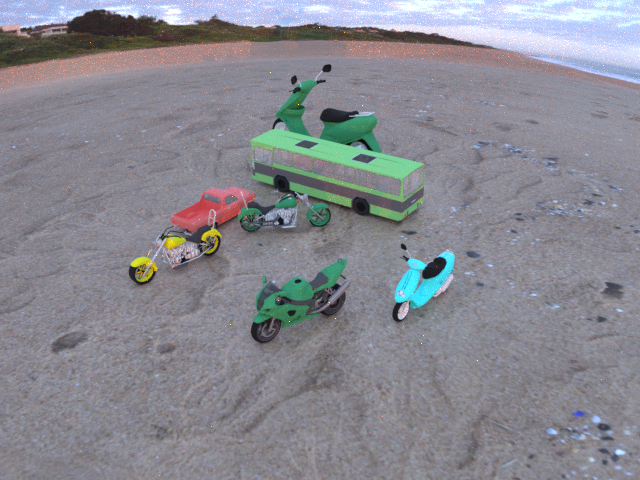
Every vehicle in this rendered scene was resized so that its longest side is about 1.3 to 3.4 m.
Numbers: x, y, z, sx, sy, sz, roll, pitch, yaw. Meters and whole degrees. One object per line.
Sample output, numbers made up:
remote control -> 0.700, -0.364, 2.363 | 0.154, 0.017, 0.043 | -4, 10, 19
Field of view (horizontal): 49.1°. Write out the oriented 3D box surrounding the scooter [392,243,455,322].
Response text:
scooter -> 1.439, 0.492, 9.555 | 0.662, 0.919, 1.399 | 23, 36, 36

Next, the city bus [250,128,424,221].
city bus -> 0.250, -1.193, 12.683 | 3.255, 0.894, 0.926 | 18, 33, 30

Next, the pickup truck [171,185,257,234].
pickup truck -> -1.785, -0.565, 11.928 | 0.640, 0.511, 1.603 | 18, 33, 30

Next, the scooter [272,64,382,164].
scooter -> 0.077, -2.497, 14.149 | 2.721, 1.786, 1.288 | 20, 34, 32

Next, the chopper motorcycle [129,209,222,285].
chopper motorcycle -> -2.149, 0.095, 10.450 | 1.563, 0.761, 0.466 | -24, 36, -36

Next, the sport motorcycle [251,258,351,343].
sport motorcycle -> -0.254, 0.785, 9.116 | 1.520, 0.821, 0.506 | -20, 34, -32

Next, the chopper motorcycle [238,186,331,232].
chopper motorcycle -> -0.588, -0.522, 11.586 | 1.563, 0.761, 0.466 | -6, 29, -11
